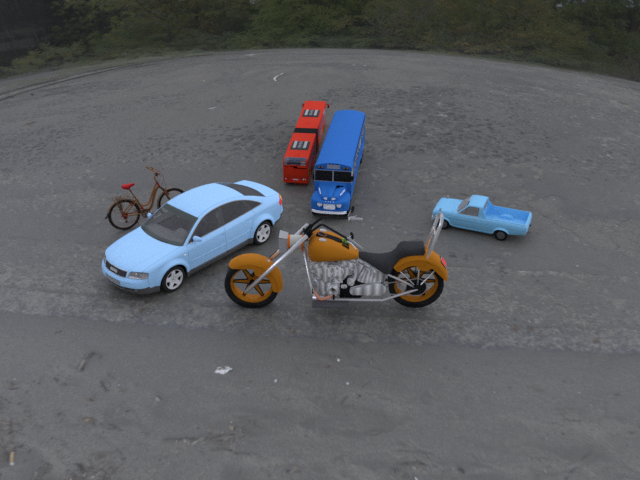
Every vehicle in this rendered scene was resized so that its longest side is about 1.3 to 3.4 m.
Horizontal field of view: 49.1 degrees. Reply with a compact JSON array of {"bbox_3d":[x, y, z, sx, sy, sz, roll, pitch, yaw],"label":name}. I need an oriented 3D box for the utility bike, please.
[{"bbox_3d":[-2.928,-0.721,11.705,1.435,0.946,0.535,-16,34,-26],"label":"utility bike"}]

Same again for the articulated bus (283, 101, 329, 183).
[{"bbox_3d":[-0.270,-2.089,14.451,0.605,0.561,3.401,3,30,5],"label":"articulated bus"}]

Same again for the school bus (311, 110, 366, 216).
[{"bbox_3d":[0.384,-1.494,13.141,0.709,0.844,3.322,4,30,7],"label":"school bus"}]

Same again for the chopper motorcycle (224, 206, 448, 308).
[{"bbox_3d":[0.214,0.276,9.449,3.040,1.480,0.906,1,30,2],"label":"chopper motorcycle"}]

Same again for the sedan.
[{"bbox_3d":[-1.910,-0.199,10.809,1.235,0.940,3.137,23,37,34],"label":"sedan"}]

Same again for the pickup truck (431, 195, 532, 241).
[{"bbox_3d":[2.682,-0.424,11.625,1.603,0.511,0.640,12,32,20],"label":"pickup truck"}]
